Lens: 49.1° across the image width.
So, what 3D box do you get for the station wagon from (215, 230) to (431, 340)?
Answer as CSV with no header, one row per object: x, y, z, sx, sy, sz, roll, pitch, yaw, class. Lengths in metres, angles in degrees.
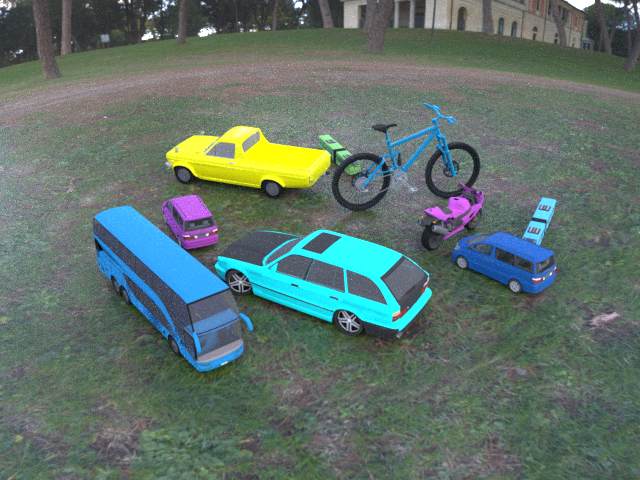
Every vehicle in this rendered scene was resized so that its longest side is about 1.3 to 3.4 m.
-0.031,0.410,9.855,3.105,0.920,1.327,16,33,27,station wagon

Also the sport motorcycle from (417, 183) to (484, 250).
2.175,-0.381,11.414,1.520,0.821,0.506,-24,36,-36,sport motorcycle

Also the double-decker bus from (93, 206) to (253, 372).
-2.099,0.587,9.393,0.756,1.052,3.251,-20,34,-32,double-decker bus

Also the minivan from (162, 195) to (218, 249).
-2.194,-0.395,11.655,0.681,0.616,1.548,-13,31,-22,minivan

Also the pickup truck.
-1.393,-1.586,13.451,3.117,0.993,1.244,10,30,18,pickup truck

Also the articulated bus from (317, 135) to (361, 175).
0.382,-1.786,14.557,0.311,0.289,1.749,-11,30,-19,articulated bus

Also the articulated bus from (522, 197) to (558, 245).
3.673,-0.254,11.739,0.311,0.289,1.749,13,31,23,articulated bus

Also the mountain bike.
1.574,-1.402,12.385,2.857,1.688,1.114,-8,30,-15,mountain bike

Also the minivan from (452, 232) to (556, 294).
2.723,0.251,10.467,0.681,0.616,1.548,-24,37,-37,minivan
